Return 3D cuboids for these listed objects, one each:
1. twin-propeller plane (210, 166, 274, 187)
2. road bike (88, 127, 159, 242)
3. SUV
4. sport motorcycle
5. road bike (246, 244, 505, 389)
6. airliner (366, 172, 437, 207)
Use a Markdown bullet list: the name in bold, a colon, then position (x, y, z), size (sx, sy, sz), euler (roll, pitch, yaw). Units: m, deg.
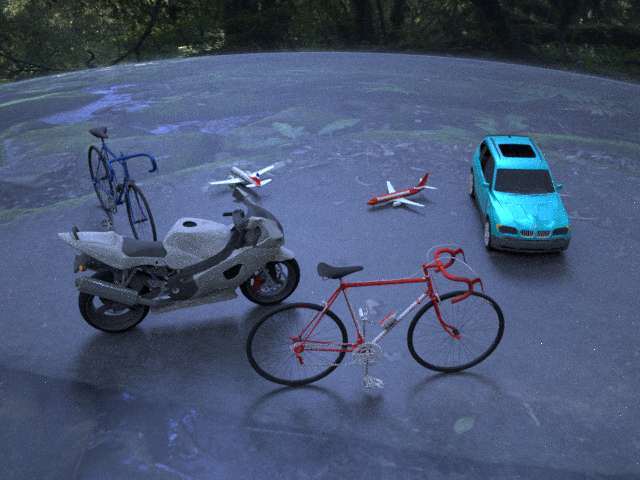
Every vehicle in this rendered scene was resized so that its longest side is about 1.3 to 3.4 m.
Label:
- **twin-propeller plane**: position (-1.385, -1.207, 12.973), size (1.370, 0.407, 1.095), euler (-20, 35, -31)
- **road bike**: position (-3.212, -0.880, 11.106), size (0.696, 1.656, 3.004), euler (-18, 34, -29)
- **SUV**: position (3.252, -0.845, 11.584), size (1.276, 1.128, 3.058), euler (2, 29, 3)
- **sport motorcycle**: position (-1.685, 0.328, 9.002), size (2.955, 1.596, 0.983), euler (-9, 30, -15)
- **road bike**: position (0.660, 0.916, 7.886), size (3.004, 1.656, 0.696), euler (-4, 29, -6)
- **airliner**: position (1.389, -0.881, 12.365), size (1.307, 0.429, 1.161), euler (-14, 32, -24)
